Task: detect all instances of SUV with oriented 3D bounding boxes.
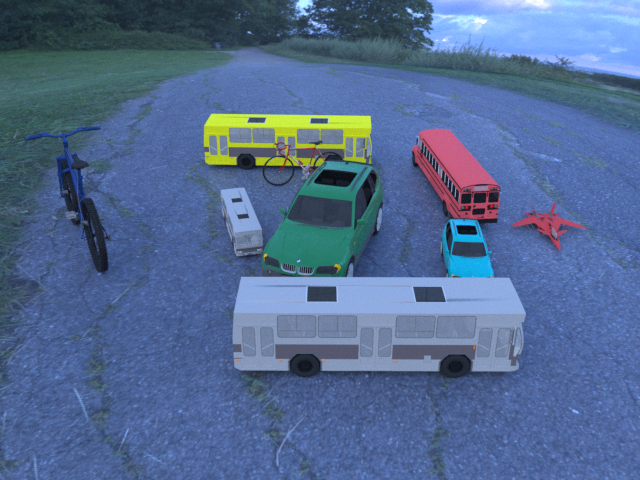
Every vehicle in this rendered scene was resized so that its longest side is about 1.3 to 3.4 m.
[{"bbox_3d":[2.115,0.182,10.122,0.656,0.580,1.572,2,27,4],"label":"SUV"},{"bbox_3d":[0.126,-0.302,10.459,1.276,1.128,3.058,8,28,15],"label":"SUV"}]

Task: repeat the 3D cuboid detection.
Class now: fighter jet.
[{"bbox_3d":[3.703,-0.230,11.235,1.147,0.286,1.358,2,27,3],"label":"fighter jet"}]

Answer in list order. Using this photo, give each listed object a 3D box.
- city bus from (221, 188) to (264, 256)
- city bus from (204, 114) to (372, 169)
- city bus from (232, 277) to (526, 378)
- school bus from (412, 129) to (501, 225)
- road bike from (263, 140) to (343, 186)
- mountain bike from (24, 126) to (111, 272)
[{"bbox_3d":[-1.265,-0.298,11.177,0.476,0.460,1.674,-7,28,-13],"label":"city bus"},{"bbox_3d":[-0.609,-1.934,13.859,3.255,0.894,0.926,1,27,2],"label":"city bus"},{"bbox_3d":[0.648,1.012,8.181,3.255,0.894,0.926,0,27,0],"label":"city bus"},{"bbox_3d":[2.338,-1.244,12.584,0.709,0.844,3.322,-3,28,-6],"label":"school bus"},{"bbox_3d":[-0.299,-1.436,12.945,1.545,0.852,0.358,-6,28,-11],"label":"road bike"},{"bbox_3d":[-3.657,-0.694,10.609,1.114,1.688,2.857,-14,31,-25],"label":"mountain bike"}]
